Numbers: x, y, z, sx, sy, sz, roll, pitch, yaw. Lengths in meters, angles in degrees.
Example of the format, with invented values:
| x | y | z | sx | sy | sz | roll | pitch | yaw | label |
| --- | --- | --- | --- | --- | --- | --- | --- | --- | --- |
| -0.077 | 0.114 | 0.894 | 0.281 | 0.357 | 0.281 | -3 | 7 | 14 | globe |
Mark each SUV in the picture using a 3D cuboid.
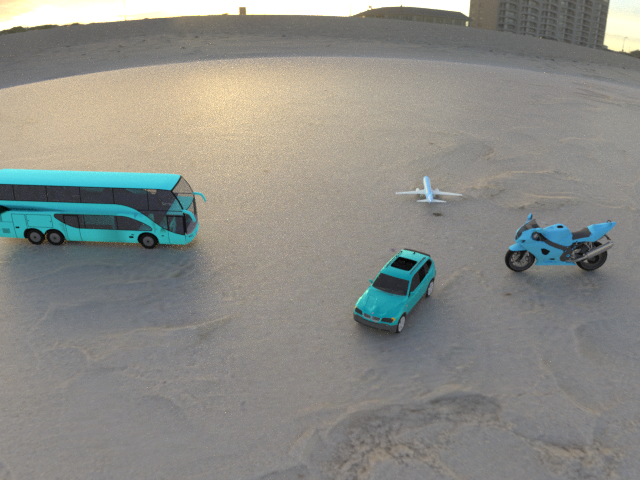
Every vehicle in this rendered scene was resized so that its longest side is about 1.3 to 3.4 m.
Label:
| x | y | z | sx | sy | sz | roll | pitch | yaw | label |
| --- | --- | --- | --- | --- | --- | --- | --- | --- | --- |
| 1.019 | 0.632 | 9.273 | 0.656 | 0.580 | 1.572 | 15 | 32 | 26 | SUV |

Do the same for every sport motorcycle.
| x | y | z | sx | sy | sz | roll | pitch | yaw | label |
| --- | --- | --- | --- | --- | --- | --- | --- | --- | --- |
| 3.430 | 0.081 | 10.042 | 1.520 | 0.821 | 0.506 | -1 | 28 | -2 | sport motorcycle |

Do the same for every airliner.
| x | y | z | sx | sy | sz | roll | pitch | yaw | label |
| --- | --- | --- | --- | --- | --- | --- | --- | --- | --- |
| 1.923 | -0.958 | 12.383 | 1.161 | 0.429 | 1.307 | 2 | 28 | 3 | airliner |

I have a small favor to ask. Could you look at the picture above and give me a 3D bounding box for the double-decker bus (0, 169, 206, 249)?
| x | y | z | sx | sy | sz | roll | pitch | yaw | label |
| --- | --- | --- | --- | --- | --- | --- | --- | --- | --- |
| -3.451 | -0.503 | 10.883 | 3.251 | 1.052 | 0.756 | 2 | 28 | 4 | double-decker bus |
